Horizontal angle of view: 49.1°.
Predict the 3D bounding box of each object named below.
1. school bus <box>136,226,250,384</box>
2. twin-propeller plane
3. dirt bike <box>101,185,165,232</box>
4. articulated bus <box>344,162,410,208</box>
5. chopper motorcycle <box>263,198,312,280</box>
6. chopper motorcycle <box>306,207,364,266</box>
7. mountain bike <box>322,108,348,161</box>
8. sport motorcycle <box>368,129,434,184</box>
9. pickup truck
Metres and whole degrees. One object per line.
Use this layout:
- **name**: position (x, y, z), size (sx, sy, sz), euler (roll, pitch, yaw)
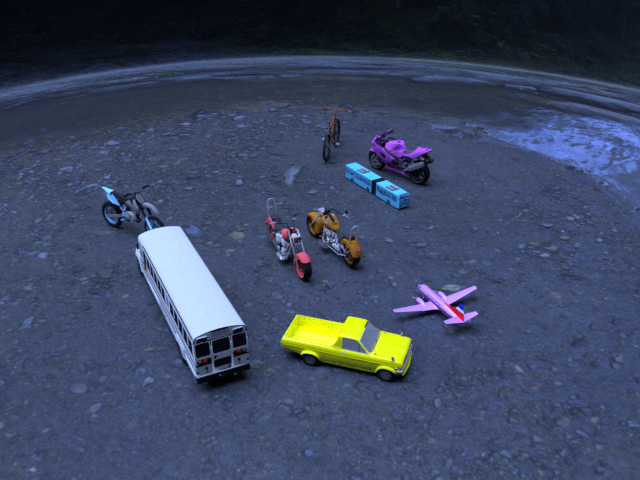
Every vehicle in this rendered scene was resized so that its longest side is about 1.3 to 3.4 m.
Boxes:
- **school bus**: position (-1.845, 0.670, 9.455), size (0.709, 0.844, 3.322), euler (-13, 31, -22)
- **twin-propeller plane**: position (1.653, 0.829, 9.620), size (1.370, 0.407, 1.095), euler (-13, 31, -23)
- **dirt bike**: position (-3.092, -0.475, 11.529), size (1.493, 0.857, 0.527), euler (18, 33, 29)
- **articulated bus**: position (1.051, -1.038, 13.147), size (0.311, 0.289, 1.749), euler (-17, 33, -28)
- **chopper motorcycle**: position (-0.498, -0.028, 10.814), size (0.466, 0.761, 1.563), euler (-12, 31, -21)
- **chopper motorcycle**: position (0.201, -0.170, 11.073), size (0.466, 0.761, 1.563), euler (-15, 32, -25)
- **mountain bike**: position (0.253, -2.261, 14.773), size (0.573, 0.868, 1.469), euler (7, 29, 12)
- **sport motorcycle**: position (1.544, -1.622, 13.656), size (1.520, 0.821, 0.506), euler (25, 37, 37)
- **pickup truck**: position (0.337, 1.266, 8.716), size (1.603, 0.511, 0.640), euler (9, 30, 16)
